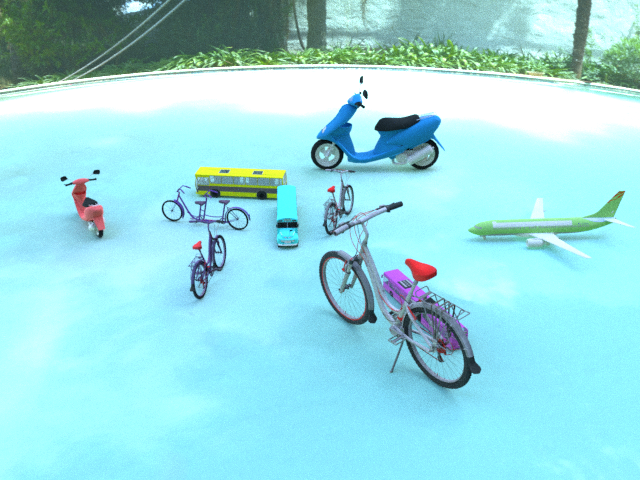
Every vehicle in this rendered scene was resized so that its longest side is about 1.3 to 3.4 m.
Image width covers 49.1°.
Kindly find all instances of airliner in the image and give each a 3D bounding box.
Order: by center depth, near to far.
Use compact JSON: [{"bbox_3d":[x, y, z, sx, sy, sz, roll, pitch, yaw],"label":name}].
[{"bbox_3d":[3.686,-0.396,11.383,2.541,0.835,2.257,-1,27,-2],"label":"airliner"}]

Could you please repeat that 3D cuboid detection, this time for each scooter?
[{"bbox_3d":[-3.922,-0.646,11.785,0.662,0.919,1.399,-16,31,-29],"label":"scooter"},{"bbox_3d":[1.170,-2.258,14.009,2.721,1.786,1.288,0,27,-1],"label":"scooter"}]

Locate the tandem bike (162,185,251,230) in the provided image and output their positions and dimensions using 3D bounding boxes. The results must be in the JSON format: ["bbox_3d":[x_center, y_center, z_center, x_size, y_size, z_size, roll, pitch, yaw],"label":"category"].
[{"bbox_3d":[-1.952,-0.548,11.854,1.642,0.682,0.283,7,28,14],"label":"tandem bike"}]

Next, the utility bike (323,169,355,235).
[{"bbox_3d":[0.277,-0.707,11.875,0.535,0.946,1.435,10,29,19],"label":"utility bike"}]

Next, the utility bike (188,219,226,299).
[{"bbox_3d":[-1.661,0.201,10.082,0.535,0.946,1.435,5,27,10],"label":"utility bike"}]

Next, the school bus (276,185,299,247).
[{"bbox_3d":[-0.557,-0.414,11.863,0.365,0.434,1.708,-1,27,-3],"label":"school bus"}]

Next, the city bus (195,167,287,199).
[{"bbox_3d":[-1.472,-1.059,13.108,1.674,0.460,0.476,3,27,6],"label":"city bus"}]

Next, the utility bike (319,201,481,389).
[{"bbox_3d":[0.775,0.617,8.273,1.039,1.839,2.791,-19,33,-33],"label":"utility bike"}]

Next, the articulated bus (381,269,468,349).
[{"bbox_3d":[1.377,0.897,9.434,0.311,0.289,1.749,-12,29,-22],"label":"articulated bus"}]
